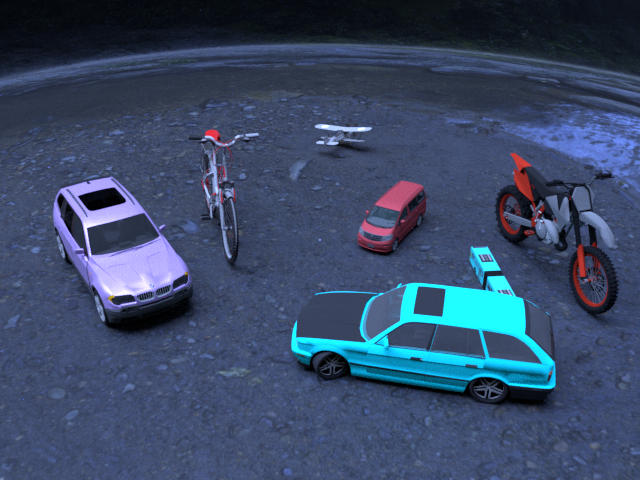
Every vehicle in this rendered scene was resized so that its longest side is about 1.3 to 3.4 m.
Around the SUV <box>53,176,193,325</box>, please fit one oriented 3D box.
[{"bbox_3d":[-2.906,0.029,9.966,1.276,1.128,3.058,-18,34,-28],"label":"SUV"}]

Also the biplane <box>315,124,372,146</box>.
[{"bbox_3d":[0.374,-2.111,14.293,1.336,0.504,1.090,19,35,29],"label":"biplane"}]

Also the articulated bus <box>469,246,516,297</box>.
[{"bbox_3d":[2.444,0.630,9.765,0.311,0.289,1.749,-2,30,-4],"label":"articulated bus"}]

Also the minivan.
[{"bbox_3d":[1.167,-0.385,11.194,0.681,0.616,1.548,16,34,26],"label":"minivan"}]

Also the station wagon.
[{"bbox_3d":[1.206,1.083,8.349,3.105,0.920,1.327,6,31,11],"label":"station wagon"}]

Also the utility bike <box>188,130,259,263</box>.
[{"bbox_3d":[-1.509,-0.945,10.940,1.039,1.839,2.791,-9,31,-15],"label":"utility bike"}]

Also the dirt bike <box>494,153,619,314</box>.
[{"bbox_3d":[3.334,-0.265,9.937,1.024,1.666,2.903,-9,31,-15],"label":"dirt bike"}]
